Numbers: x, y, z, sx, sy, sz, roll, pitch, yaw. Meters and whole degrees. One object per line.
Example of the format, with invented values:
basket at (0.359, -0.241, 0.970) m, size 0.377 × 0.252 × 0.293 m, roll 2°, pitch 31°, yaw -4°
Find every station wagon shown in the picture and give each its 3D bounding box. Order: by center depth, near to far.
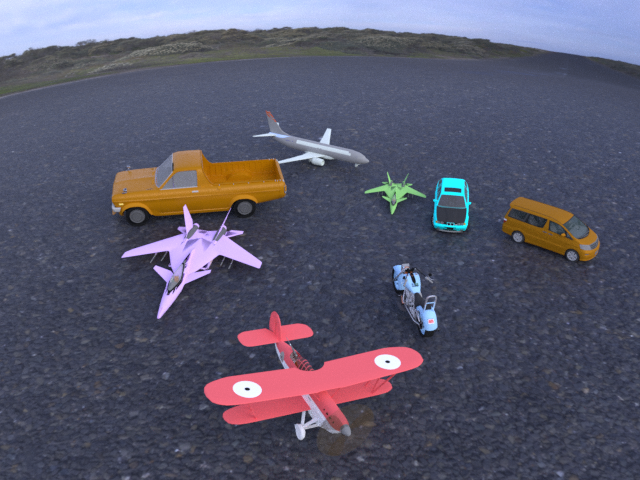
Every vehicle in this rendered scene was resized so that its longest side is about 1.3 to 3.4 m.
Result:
station wagon at (2.351, -0.670, 12.504) m, size 0.682 × 0.473 × 1.597 m, roll 5°, pitch 30°, yaw 9°

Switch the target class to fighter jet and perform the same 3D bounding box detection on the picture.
fighter jet at (-2.046, 0.293, 10.719) m, size 2.229 × 0.557 × 2.640 m, roll 4°, pitch 30°, yaw 7°
fighter jet at (1.398, -0.866, 13.040) m, size 1.147 × 0.286 × 1.358 m, roll 5°, pitch 30°, yaw 8°

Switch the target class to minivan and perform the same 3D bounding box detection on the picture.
minivan at (3.811, -0.187, 11.507) m, size 1.548 × 0.616 × 0.681 m, roll 23°, pitch 37°, yaw 34°

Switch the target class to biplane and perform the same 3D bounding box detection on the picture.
biplane at (-0.133, 1.562, 8.048) m, size 2.598 × 0.981 × 2.120 m, roll -14°, pitch 32°, yaw -23°

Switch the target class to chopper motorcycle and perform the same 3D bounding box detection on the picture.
chopper motorcycle at (1.302, 0.707, 9.780) m, size 0.466 × 0.761 × 1.563 m, roll -6°, pitch 30°, yaw -10°

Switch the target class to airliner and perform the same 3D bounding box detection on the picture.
airliner at (-0.104, -2.110, 14.681) m, size 2.541 × 0.835 × 2.257 m, roll 16°, pitch 33°, yaw 26°

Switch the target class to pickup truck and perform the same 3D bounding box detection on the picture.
pickup truck at (-2.186, -1.038, 12.627) m, size 3.117 × 0.993 × 1.244 m, roll -5°, pitch 30°, yaw -9°
